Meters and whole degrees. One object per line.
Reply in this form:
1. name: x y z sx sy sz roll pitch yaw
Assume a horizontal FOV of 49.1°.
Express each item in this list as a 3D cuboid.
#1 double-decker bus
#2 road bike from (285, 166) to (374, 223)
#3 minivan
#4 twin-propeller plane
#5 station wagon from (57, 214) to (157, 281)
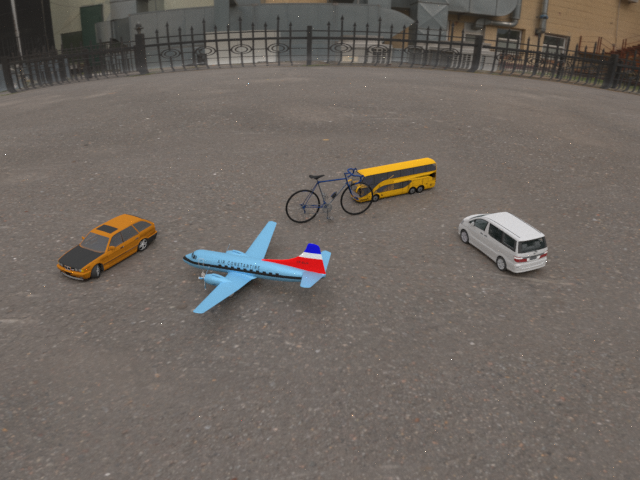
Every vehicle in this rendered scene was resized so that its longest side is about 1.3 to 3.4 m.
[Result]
1. double-decker bus: 1.296 -1.063 12.468 1.672 0.541 0.389 -12 30 -22
2. road bike: 0.170 -0.732 11.501 1.545 0.852 0.358 -9 29 -17
3. minivan: 2.707 -0.067 10.486 0.681 0.616 1.548 -11 30 -21
4. twin-propeller plane: -0.938 0.280 9.633 2.129 0.792 2.663 8 29 15
5. station wagon: -3.159 0.055 10.406 0.682 0.473 1.597 15 31 26
